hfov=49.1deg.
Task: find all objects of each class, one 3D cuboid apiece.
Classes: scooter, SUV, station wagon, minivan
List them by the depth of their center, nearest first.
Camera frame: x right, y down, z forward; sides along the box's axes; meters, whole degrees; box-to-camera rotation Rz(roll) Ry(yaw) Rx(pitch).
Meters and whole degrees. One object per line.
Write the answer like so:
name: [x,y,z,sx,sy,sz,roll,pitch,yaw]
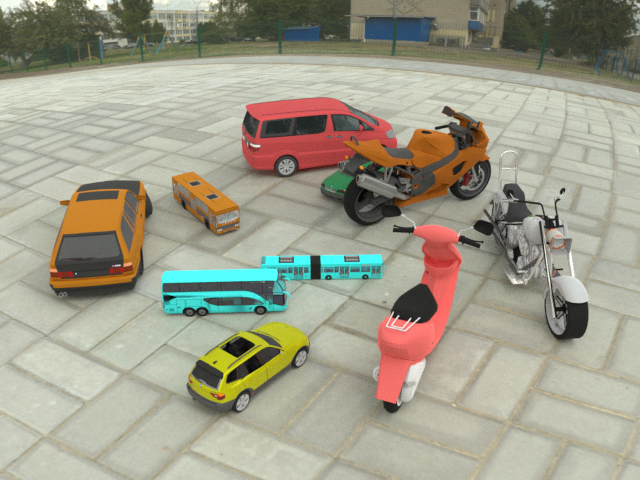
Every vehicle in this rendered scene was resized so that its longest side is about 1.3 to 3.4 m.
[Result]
SUV: [-0.781,1.337,7.924,0.656,0.580,1.572,21,35,33]
scooter: [1.184,0.619,7.979,1.288,1.786,2.721,11,31,20]
station wagon: [-3.263,-0.288,10.529,1.327,0.920,3.105,-5,29,-8]
SUV: [0.683,-1.161,12.471,0.656,0.580,1.572,23,36,35]
minivan: [0.018,-2.072,13.489,3.011,1.197,1.324,-9,30,-15]

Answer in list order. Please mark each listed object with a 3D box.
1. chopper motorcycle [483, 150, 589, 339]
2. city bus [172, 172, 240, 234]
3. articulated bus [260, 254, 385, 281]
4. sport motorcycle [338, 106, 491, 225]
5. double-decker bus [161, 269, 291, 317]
chopper motorcycle: [2.917,-0.022,9.465,0.906,1.480,3.040,-3,29,-5]
city bus: [-1.910,-0.618,11.607,0.476,0.460,1.674,-18,34,-30]
articulated bus: [0.035,0.388,9.954,1.749,0.289,0.311,-1,29,-1]
sport motorcycle: [1.654,-1.193,11.474,2.955,1.596,0.983,-14,32,-24]
double-decker bus: [-1.218,0.677,9.167,1.672,0.541,0.389,-1,29,-2]
